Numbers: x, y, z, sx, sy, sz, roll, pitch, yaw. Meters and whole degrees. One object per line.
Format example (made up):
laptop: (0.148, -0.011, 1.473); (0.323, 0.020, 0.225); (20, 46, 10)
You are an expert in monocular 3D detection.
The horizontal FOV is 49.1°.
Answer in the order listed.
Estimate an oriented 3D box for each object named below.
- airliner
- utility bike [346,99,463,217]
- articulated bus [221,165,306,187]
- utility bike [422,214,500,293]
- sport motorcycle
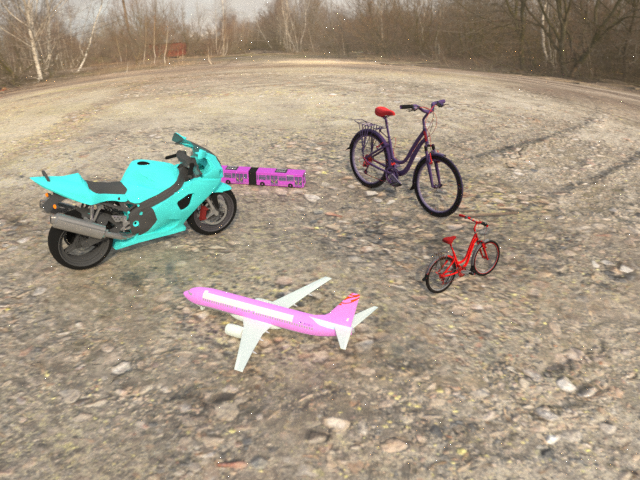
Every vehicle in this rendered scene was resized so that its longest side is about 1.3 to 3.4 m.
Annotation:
airliner: (-0.647, 0.740, 8.549); (2.541, 0.835, 2.257); (13, 30, 23)
utility bike: (1.462, -1.571, 11.976); (1.039, 1.839, 2.791); (-20, 33, -34)
articulated bus: (-1.120, -1.173, 12.901); (1.749, 0.289, 0.311); (4, 27, 8)
utility bike: (1.924, 0.164, 9.557); (1.435, 0.946, 0.535); (-17, 31, -29)
sport motorcycle: (-2.580, -0.556, 10.252); (2.955, 1.596, 0.983); (-16, 31, -29)
